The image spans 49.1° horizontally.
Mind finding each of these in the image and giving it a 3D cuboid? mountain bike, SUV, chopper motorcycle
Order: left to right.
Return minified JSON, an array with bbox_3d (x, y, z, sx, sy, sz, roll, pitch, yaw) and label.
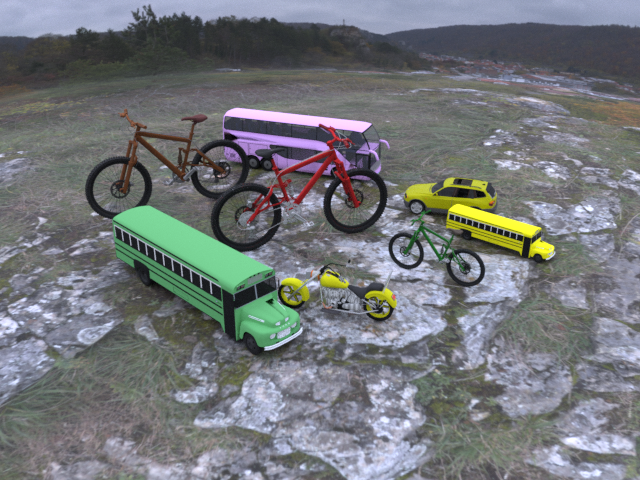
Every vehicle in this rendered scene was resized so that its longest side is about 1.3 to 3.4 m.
[{"bbox_3d":[-2.518,-1.309,11.728,2.857,1.688,1.114,-14,30,-26],"label":"mountain bike"},{"bbox_3d":[-0.262,-0.741,10.576,2.857,1.688,1.114,-10,28,-19],"label":"mountain bike"},{"bbox_3d":[0.209,0.608,8.888,1.563,0.761,0.466,8,27,16],"label":"chopper motorcycle"},{"bbox_3d":[1.613,0.129,9.739,1.469,0.868,0.573,16,31,30],"label":"mountain bike"},{"bbox_3d":[2.208,-0.749,11.845,1.572,0.580,0.656,8,27,16],"label":"SUV"}]

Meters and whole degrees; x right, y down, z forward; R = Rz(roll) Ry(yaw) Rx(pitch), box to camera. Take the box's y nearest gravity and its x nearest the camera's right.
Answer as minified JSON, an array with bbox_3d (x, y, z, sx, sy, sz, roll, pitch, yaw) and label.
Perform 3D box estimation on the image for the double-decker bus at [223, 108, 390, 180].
[{"bbox_3d":[-0.321,-1.849,13.541,3.251,1.052,0.756,10,28,19],"label":"double-decker bus"}]

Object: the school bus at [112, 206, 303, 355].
[{"bbox_3d":[-1.547,0.436,9.142,0.709,0.844,3.322,-24,35,-39],"label":"school bus"}]

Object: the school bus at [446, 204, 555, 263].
[{"bbox_3d":[2.763,-0.116,10.726,1.708,0.434,0.365,20,33,35],"label":"school bus"}]
